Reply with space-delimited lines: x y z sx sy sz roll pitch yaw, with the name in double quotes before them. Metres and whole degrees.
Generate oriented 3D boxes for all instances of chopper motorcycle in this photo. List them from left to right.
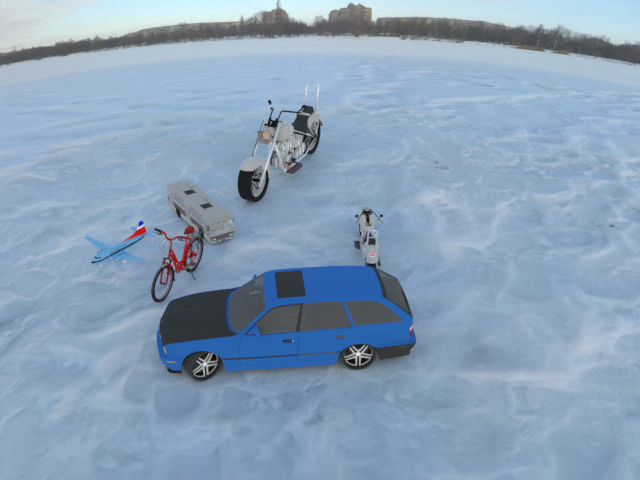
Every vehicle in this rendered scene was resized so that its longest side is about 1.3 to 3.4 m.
"chopper motorcycle" -0.699 -1.886 13.056 0.906 1.480 3.040 12 31 21
"chopper motorcycle" 0.725 -0.143 10.632 0.466 0.761 1.563 -1 29 -2

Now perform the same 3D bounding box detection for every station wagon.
"station wagon" -0.429 0.915 8.542 3.105 0.920 1.327 -3 29 -6

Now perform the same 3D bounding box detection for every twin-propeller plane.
"twin-propeller plane" -3.039 0.068 10.615 1.370 0.407 1.095 18 34 30

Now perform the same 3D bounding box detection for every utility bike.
"utility bike" -1.931 0.221 9.778 0.535 0.946 1.435 10 30 18

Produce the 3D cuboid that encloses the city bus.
"city bus" -1.988 -0.468 11.535 0.476 0.460 1.674 -18 34 -30
